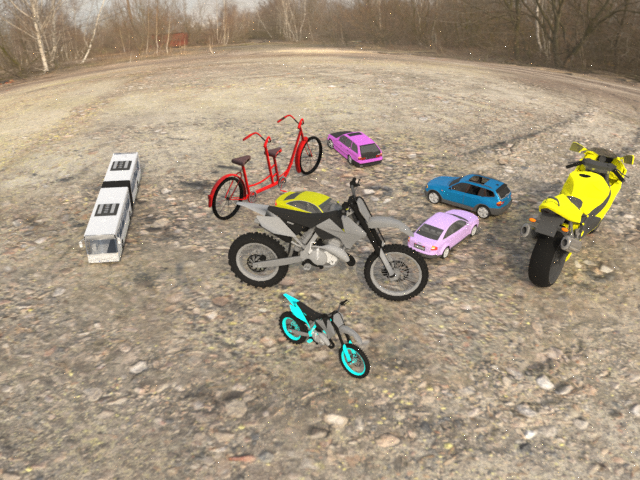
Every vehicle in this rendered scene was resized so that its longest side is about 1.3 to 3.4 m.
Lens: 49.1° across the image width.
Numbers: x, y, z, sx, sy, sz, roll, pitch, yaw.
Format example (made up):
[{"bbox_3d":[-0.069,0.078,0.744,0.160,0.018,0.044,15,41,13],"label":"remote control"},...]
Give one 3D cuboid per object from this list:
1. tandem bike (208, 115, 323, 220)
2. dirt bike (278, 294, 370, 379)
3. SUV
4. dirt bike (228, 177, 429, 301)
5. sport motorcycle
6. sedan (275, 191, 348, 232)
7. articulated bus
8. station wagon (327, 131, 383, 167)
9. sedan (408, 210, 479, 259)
[{"bbox_3d":[-0.915,-1.409,12.739,0.550,1.326,3.192,20,35,31],"label":"tandem bike"},{"bbox_3d":[0.037,1.138,8.715,1.493,0.857,0.527,24,37,35],"label":"dirt bike"},{"bbox_3d":[2.655,-0.878,12.558,1.572,0.580,0.656,20,35,31],"label":"SUV"},{"bbox_3d":[0.091,0.050,9.816,2.903,1.666,1.024,5,30,9],"label":"dirt bike"},{"bbox_3d":[3.929,-0.426,10.728,0.983,1.596,2.955,21,35,32],"label":"sport motorcycle"},{"bbox_3d":[-0.031,-0.509,12.005,1.613,0.483,0.635,17,34,28],"label":"sedan"},{"bbox_3d":[-3.559,-0.663,12.197,0.605,0.561,3.401,-3,30,-6],"label":"articulated bus"},{"bbox_3d":[0.708,-2.011,14.667,0.682,0.473,1.597,-13,32,-21],"label":"station wagon"},{"bbox_3d":[2.042,-0.183,11.428,0.635,0.483,1.613,22,36,33],"label":"sedan"}]
